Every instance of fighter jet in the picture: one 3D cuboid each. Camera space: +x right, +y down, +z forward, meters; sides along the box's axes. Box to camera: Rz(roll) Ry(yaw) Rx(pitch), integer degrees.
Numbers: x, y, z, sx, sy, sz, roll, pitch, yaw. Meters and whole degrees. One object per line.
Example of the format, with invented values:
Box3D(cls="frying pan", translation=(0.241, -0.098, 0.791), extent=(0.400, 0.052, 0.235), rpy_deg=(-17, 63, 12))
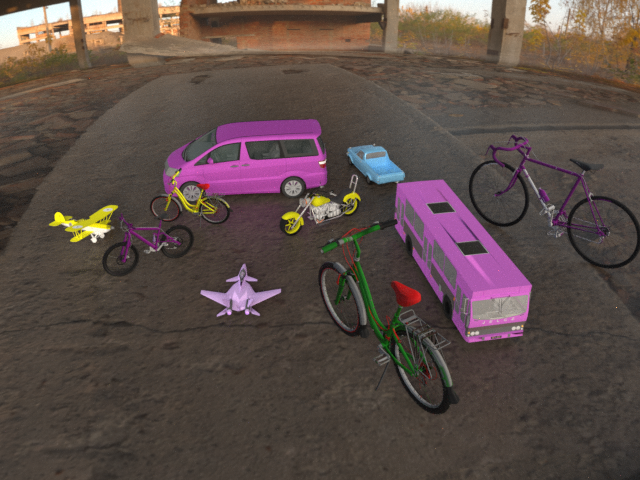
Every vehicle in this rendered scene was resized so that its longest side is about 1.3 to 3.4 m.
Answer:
Box3D(cls="fighter jet", translation=(-1.138, 0.623, 10.105), extent=(1.147, 0.286, 1.358), rpy_deg=(-1, 30, -2))

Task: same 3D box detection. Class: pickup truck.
Box3D(cls="pickup truck", translation=(1.064, -1.512, 13.626), extent=(0.640, 0.511, 1.603), rpy_deg=(-10, 31, -17))

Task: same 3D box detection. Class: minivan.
Box3D(cls="minivan", translation=(-1.388, -1.503, 12.916), extent=(3.011, 1.197, 1.324), rpy_deg=(-3, 30, -6))

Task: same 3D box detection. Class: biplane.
Box3D(cls="biplane", translation=(-3.832, -0.256, 11.429), extent=(1.090, 0.504, 1.336), rpy_deg=(8, 31, 13))

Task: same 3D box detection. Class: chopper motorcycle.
Box3D(cls="chopper motorcycle", translation=(0.018, -0.588, 11.751), extent=(1.563, 0.761, 0.466), rpy_deg=(-18, 34, -28))

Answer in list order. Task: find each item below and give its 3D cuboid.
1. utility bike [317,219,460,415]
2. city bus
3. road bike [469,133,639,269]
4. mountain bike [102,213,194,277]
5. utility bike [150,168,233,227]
Box3D(cls="utility bike", translation=(0.632, 0.826, 8.181), extent=(1.039, 1.839, 2.791), rpy_deg=(-17, 34, -27))
Box3D(cls="city bus", translation=(1.940, 0.206, 10.223), extent=(0.926, 0.894, 3.255), rpy_deg=(-6, 30, -10))
Box3D(cls="road bike", translation=(3.608, -0.655, 10.965), extent=(0.697, 1.656, 3.004), rpy_deg=(-26, 38, -37))
Box3D(cls="mountain bike", translation=(-2.593, 0.022, 10.572), extent=(1.469, 0.868, 0.573), rpy_deg=(-19, 35, -30))
Box3D(cls="utility bike", translation=(-2.180, -0.661, 11.692), extent=(1.435, 0.946, 0.535), rpy_deg=(3, 30, 5))
